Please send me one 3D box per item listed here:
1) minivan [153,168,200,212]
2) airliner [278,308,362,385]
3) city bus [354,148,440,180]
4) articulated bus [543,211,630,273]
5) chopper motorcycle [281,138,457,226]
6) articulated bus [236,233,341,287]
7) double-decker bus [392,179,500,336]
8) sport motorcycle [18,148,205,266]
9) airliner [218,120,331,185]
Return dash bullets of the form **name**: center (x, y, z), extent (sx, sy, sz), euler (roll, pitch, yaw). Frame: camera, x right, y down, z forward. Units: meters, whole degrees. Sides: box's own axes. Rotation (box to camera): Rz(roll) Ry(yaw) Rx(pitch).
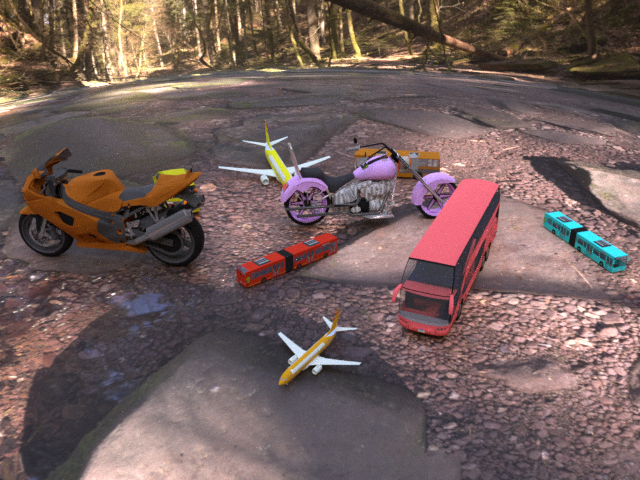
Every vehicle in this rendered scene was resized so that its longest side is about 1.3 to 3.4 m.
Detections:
- **minivan**: center (-2.572, -0.934, 12.470), extent (0.681, 0.616, 1.548), euler (-10, 28, -19)
- **airliner**: center (-0.100, 1.263, 8.239), extent (1.161, 0.429, 1.307), euler (16, 31, 29)
- **city bus**: center (1.515, -1.486, 13.762), extent (1.674, 0.460, 0.476), euler (4, 27, 8)
- **articulated bus**: center (4.116, -0.002, 10.954), extent (0.311, 0.289, 1.749), euler (-9, 28, -17)
- **chopper motorcycle**: center (0.854, -0.975, 11.578), extent (3.040, 1.480, 0.906), euler (-5, 27, -10)
- **articulated bus**: center (-0.449, 0.282, 10.381), extent (1.749, 0.289, 0.311), euler (-21, 33, -36)
- **double-decker bus**: center (1.867, 0.165, 9.756), extent (0.756, 1.052, 3.251), euler (11, 28, 21)
- **sport motorcycle**: center (-3.107, -0.415, 10.314), extent (2.955, 1.596, 0.983), euler (4, 27, 7)
- **airliner**: center (-0.806, -1.595, 13.558), extent (2.257, 0.835, 2.541), euler (-7, 27, -14)
